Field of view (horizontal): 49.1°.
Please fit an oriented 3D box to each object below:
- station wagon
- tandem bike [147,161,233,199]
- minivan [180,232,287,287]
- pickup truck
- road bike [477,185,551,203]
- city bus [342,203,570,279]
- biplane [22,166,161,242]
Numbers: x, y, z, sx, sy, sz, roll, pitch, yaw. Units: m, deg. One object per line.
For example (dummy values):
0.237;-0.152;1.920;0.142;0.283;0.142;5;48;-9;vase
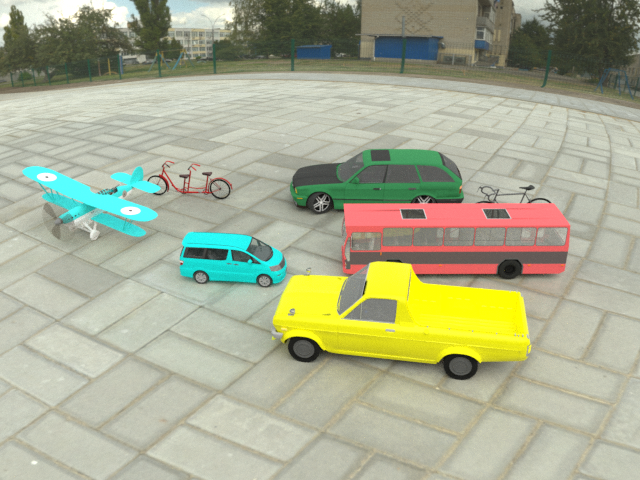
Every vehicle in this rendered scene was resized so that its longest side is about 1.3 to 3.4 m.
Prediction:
1.004;-1.111;12.657;3.105;0.920;1.327;1;27;1;station wagon
-2.419;-1.100;12.900;1.642;0.682;0.283;4;27;8;tandem bike
-1.265;0.262;10.279;1.548;0.616;0.681;3;27;6;minivan
0.981;0.884;8.629;3.117;0.993;1.244;5;27;9;pickup truck
3.143;-0.513;11.550;1.545;0.852;0.358;-3;27;-7;road bike
1.960;0.013;10.462;3.255;0.894;0.926;0;27;0;city bus
-3.592;-0.642;11.661;2.598;0.981;2.120;13;29;23;biplane
